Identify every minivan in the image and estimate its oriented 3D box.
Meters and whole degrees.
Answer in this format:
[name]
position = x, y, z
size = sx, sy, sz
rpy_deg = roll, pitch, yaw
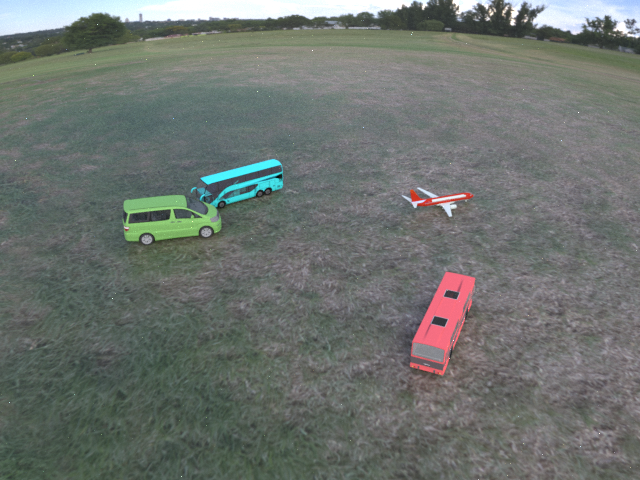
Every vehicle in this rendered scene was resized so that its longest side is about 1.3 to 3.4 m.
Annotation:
[minivan]
position = -2.382, -0.372, 11.279
size = 1.548, 0.616, 0.681
rpy_deg = -7, 31, -12

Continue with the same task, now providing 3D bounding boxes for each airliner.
[airliner]
position = 2.113, -0.776, 12.154
size = 1.307, 0.429, 1.161
rpy_deg = -11, 32, -18

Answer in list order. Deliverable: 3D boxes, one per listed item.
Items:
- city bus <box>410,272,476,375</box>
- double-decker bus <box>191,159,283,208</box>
[city bus]
position = 1.598, 1.051, 8.996
size = 0.476, 0.460, 1.674
rpy_deg = 12, 32, 19
[double-decker bus]
position = -1.434, -0.975, 12.384
size = 1.672, 0.541, 0.389
rpy_deg = -19, 35, -29
